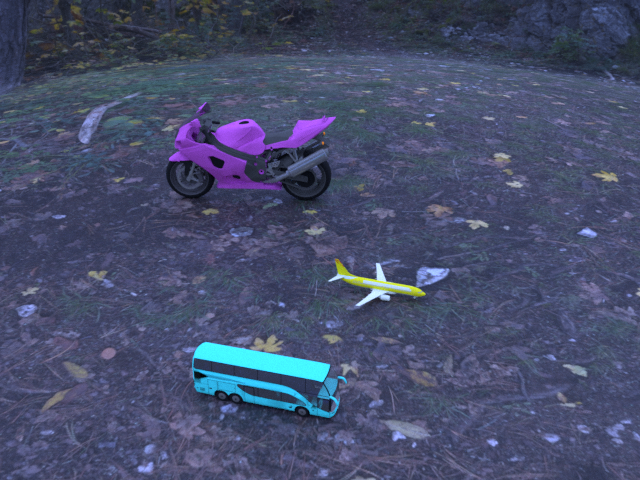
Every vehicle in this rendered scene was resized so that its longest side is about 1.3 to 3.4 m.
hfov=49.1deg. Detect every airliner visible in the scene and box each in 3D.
[{"bbox_3d":[0.804,0.537,9.570,1.307,0.429,1.161,8,29,15],"label":"airliner"}]

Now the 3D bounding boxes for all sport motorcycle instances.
[{"bbox_3d":[-1.214,-1.451,12.044,2.955,1.596,0.983,1,28,1],"label":"sport motorcycle"}]

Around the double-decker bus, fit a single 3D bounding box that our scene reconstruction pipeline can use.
[{"bbox_3d":[-0.564,1.525,7.608,1.672,0.541,0.389,8,29,14],"label":"double-decker bus"}]
